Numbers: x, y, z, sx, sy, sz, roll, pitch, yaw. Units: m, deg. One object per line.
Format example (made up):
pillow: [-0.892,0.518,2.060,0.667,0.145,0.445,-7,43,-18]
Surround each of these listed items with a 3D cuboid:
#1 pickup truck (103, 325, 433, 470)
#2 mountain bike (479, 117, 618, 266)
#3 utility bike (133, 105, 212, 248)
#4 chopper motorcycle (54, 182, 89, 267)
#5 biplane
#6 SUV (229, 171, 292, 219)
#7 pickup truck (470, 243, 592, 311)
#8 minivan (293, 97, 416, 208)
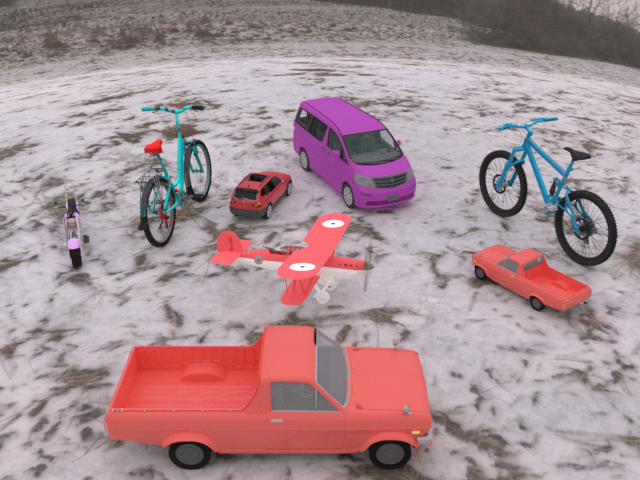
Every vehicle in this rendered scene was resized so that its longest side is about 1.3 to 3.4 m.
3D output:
pickup truck: [-0.460,1.455,6.858,3.117,0.993,1.244,0,28,0]
mountain bike: [3.329,-0.801,10.405,1.114,1.688,2.857,-13,30,-23]
utility bike: [-2.325,-1.120,10.849,1.039,1.839,2.791,6,28,10]
chopper motorcycle: [-3.648,-0.241,10.335,0.466,0.761,1.563,-9,29,-16]
biplane: [-0.332,0.246,9.172,2.120,0.981,2.598,6,28,12]
SUV: [-0.972,-0.851,11.690,0.656,0.580,1.572,8,29,16]
pickup truck: [2.767,0.446,9.296,0.640,0.511,1.603,-19,33,-32]
minivan: [0.557,-1.596,12.444,1.324,1.197,3.011,-12,30,-22]
